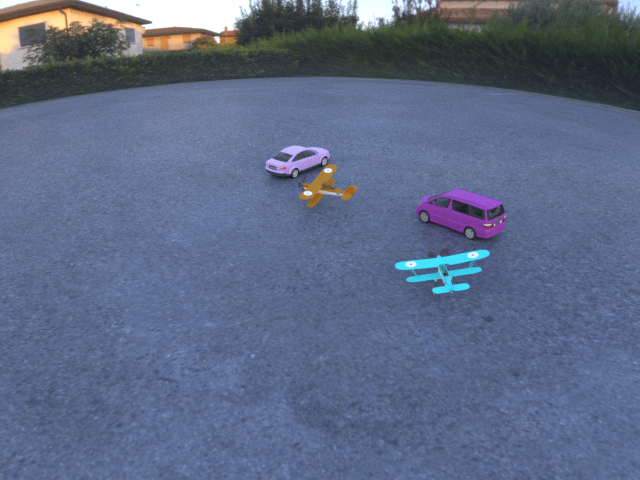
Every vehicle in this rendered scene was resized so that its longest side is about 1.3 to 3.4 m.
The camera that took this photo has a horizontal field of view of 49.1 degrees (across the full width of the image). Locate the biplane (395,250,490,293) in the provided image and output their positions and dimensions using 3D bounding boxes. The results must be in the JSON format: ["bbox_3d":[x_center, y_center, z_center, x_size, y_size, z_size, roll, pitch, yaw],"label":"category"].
[{"bbox_3d":[1.747,0.480,9.914,1.336,0.504,1.090,-1,26,-1],"label":"biplane"}]

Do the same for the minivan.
[{"bbox_3d":[2.352,-0.509,11.832,0.681,0.616,1.548,-23,34,-39],"label":"minivan"}]

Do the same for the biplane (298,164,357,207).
[{"bbox_3d":[0.122,-0.911,12.791,1.090,0.504,1.336,11,28,22],"label":"biplane"}]

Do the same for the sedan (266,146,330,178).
[{"bbox_3d":[-0.433,-1.688,14.421,0.635,0.483,1.613,20,32,36],"label":"sedan"}]
